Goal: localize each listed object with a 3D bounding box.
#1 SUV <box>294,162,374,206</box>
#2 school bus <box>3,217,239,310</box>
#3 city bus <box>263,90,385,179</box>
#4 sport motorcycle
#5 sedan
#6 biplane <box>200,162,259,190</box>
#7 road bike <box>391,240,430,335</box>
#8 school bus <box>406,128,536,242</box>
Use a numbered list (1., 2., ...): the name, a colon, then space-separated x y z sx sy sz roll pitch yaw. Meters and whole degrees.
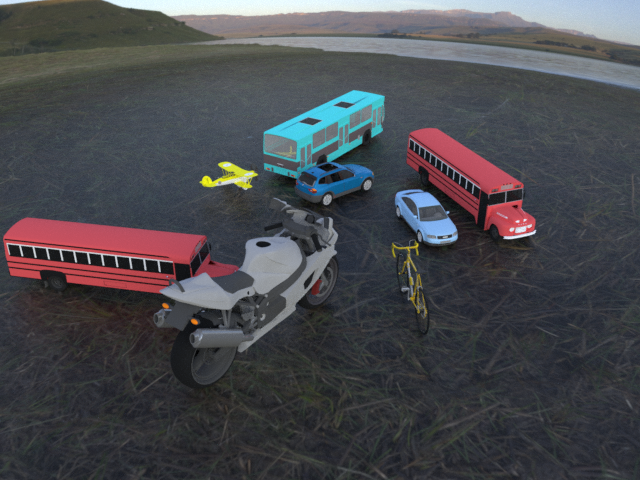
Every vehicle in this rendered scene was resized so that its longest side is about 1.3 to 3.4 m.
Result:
1. SUV: 0.280 -1.103 12.619 1.572 0.580 0.656 -22 36 -34
2. school bus: -2.719 0.298 9.802 3.322 0.844 0.709 6 29 10
3. city bus: 0.166 -2.155 14.203 0.926 0.894 3.255 18 34 29
4. sport motorcycle: -0.706 0.590 8.493 0.983 1.596 2.955 21 35 33
5. sedan: 1.733 -0.428 11.494 0.635 0.483 1.613 -8 30 -14
6. biplane: -1.641 -1.118 12.725 1.090 0.504 1.336 -17 33 -28
7. road bike: 1.227 0.579 9.285 0.358 0.852 1.545 -4 29 -8
8. school bus: 2.572 -1.025 12.203 0.709 0.844 3.322 -11 31 -18
